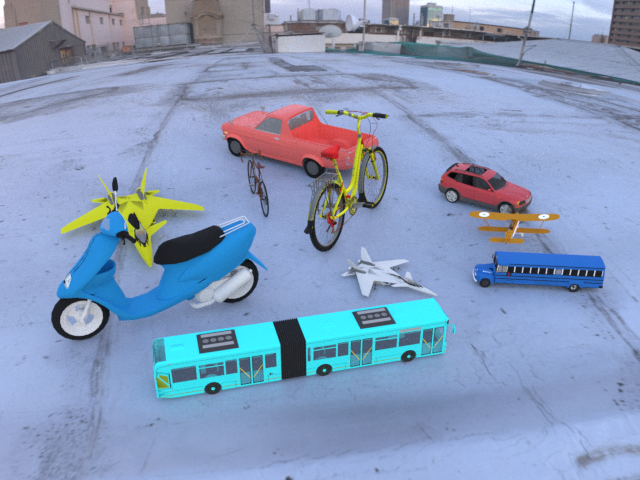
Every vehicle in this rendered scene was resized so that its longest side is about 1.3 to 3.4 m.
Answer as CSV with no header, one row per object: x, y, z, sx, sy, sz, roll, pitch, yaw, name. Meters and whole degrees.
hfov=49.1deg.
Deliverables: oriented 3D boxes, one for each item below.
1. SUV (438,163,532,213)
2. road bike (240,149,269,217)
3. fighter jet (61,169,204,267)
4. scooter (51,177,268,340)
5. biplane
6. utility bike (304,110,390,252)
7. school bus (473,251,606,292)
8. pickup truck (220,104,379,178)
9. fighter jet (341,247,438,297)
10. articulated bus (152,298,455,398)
2.794,-0.889,11.854,1.572,0.580,0.656,18,33,30,SUV
-1.054,-0.997,11.767,0.358,0.852,1.545,-8,30,-15,road bike
-2.874,-0.356,10.899,2.229,0.557,2.640,-11,30,-19,fighter jet
-1.960,0.214,8.565,2.721,1.786,1.288,-12,31,-22,scooter
2.888,-0.177,10.625,1.336,0.504,1.090,12,31,20,biplane
0.386,-1.037,10.808,1.039,1.839,2.791,15,32,25,utility bike
2.980,0.419,9.602,1.708,0.434,0.365,3,29,5,school bus
-0.440,-2.015,13.491,3.117,0.993,1.244,18,33,30,pickup truck
1.015,0.482,9.640,1.358,0.286,1.147,19,34,30,fighter jet
-0.163,1.217,8.003,3.401,0.561,0.605,-7,29,-13,articulated bus
